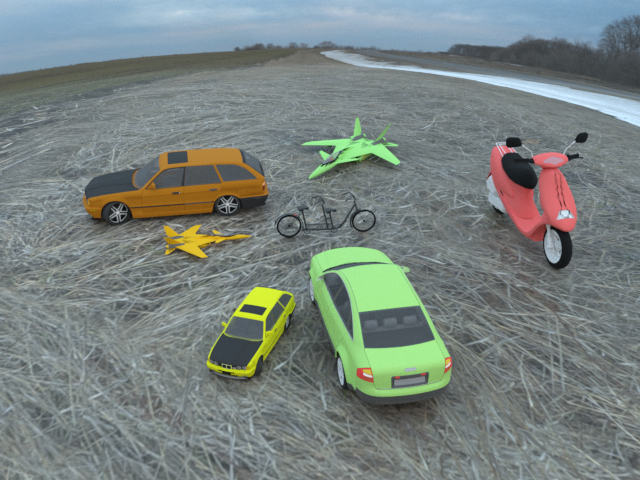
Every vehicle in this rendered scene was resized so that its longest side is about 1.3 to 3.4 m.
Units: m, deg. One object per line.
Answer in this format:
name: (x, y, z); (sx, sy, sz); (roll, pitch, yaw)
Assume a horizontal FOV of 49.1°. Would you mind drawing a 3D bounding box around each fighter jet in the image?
fighter jet: (-1.744, -0.066, 10.893); (1.358, 0.286, 1.147); (-6, 28, -12)
fighter jet: (0.489, -1.810, 14.028); (2.229, 0.557, 2.640); (16, 31, 28)

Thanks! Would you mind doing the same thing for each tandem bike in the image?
tandem bike: (0.090, -0.388, 11.091); (1.642, 0.682, 0.283); (-4, 27, -8)

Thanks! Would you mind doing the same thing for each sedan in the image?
sedan: (0.621, 0.779, 8.507); (1.235, 0.940, 3.137); (-5, 27, -10)

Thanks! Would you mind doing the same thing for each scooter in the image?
scooter: (3.247, -0.865, 10.810); (1.288, 1.786, 2.721); (-5, 27, -10)

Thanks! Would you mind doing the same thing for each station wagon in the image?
station wagon: (-2.475, -0.993, 12.019); (3.105, 0.920, 1.327); (-5, 27, -10)
station wagon: (-0.813, 1.056, 8.477); (0.682, 0.473, 1.597); (8, 28, 15)
